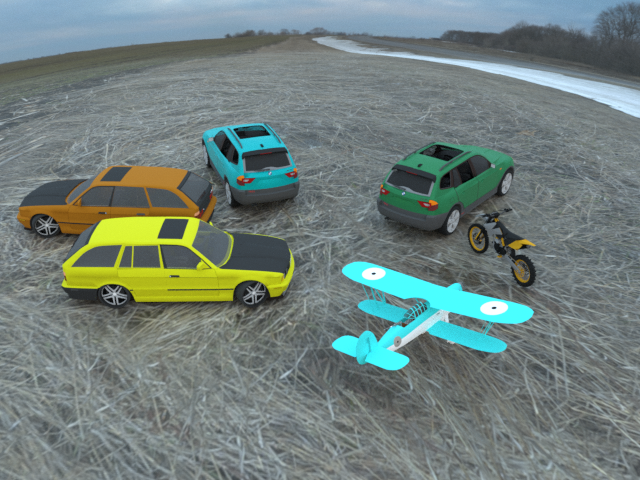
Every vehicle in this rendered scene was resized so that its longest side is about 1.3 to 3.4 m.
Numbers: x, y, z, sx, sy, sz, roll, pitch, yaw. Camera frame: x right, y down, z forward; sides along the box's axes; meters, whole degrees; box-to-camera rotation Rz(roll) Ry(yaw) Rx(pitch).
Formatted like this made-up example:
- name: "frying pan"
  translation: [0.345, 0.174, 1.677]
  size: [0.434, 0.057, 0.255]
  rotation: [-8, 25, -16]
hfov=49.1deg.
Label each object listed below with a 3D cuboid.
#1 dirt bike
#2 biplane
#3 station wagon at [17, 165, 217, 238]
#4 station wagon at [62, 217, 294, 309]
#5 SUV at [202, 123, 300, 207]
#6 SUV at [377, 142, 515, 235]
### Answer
- name: "dirt bike"
  translation: [2.610, 0.037, 10.097]
  size: [0.527, 0.857, 1.493]
  rotation: [-13, 31, -22]
- name: "biplane"
  translation: [1.091, 0.949, 8.316]
  size: [2.598, 0.981, 2.120]
  rotation: [24, 37, 36]
- name: "station wagon"
  translation: [-3.288, -0.659, 11.294]
  size: [3.105, 0.920, 1.327]
  rotation: [3, 29, 5]
- name: "station wagon"
  translation: [-1.911, 0.235, 9.672]
  size: [3.105, 0.920, 1.327]
  rotation: [0, 29, 0]
- name: "SUV"
  translation: [-1.316, -1.583, 12.756]
  size: [1.276, 1.128, 3.058]
  rotation: [-10, 30, -18]
- name: "SUV"
  translation: [2.209, -1.092, 11.864]
  size: [1.276, 1.128, 3.058]
  rotation: [21, 35, 34]
